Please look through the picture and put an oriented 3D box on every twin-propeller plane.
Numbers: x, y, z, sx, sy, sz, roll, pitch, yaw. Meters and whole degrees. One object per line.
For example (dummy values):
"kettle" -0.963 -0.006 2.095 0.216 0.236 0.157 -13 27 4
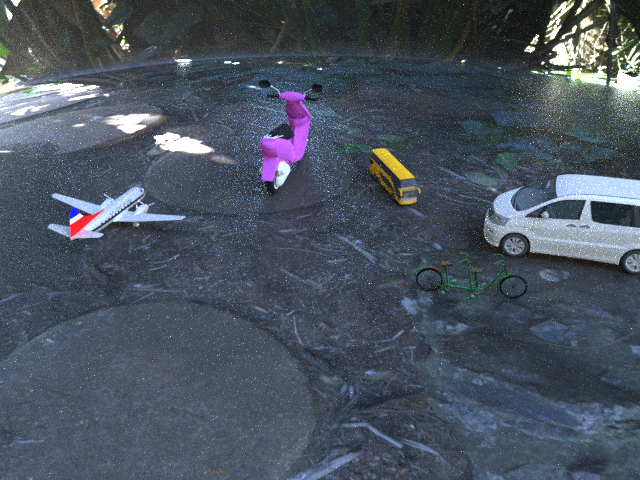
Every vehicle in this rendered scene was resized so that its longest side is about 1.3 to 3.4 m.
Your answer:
"twin-propeller plane" -3.596 -0.554 11.963 2.663 0.792 2.129 10 31 17

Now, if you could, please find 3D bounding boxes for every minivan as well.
"minivan" 4.205 -0.368 11.217 3.011 1.197 1.324 8 30 15

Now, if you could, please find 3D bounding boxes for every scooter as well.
"scooter" -0.651 -2.143 13.778 1.288 1.786 2.721 7 30 12

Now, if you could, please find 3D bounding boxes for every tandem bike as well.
"tandem bike" 2.191 0.508 10.181 1.642 0.682 0.283 5 30 8

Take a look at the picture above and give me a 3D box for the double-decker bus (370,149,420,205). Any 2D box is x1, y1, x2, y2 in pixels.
"double-decker bus" 1.398 -1.209 13.386 0.389 0.541 1.672 -9 30 -15
